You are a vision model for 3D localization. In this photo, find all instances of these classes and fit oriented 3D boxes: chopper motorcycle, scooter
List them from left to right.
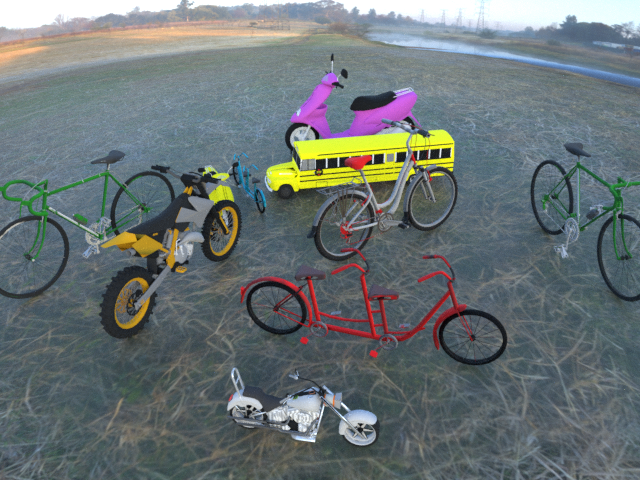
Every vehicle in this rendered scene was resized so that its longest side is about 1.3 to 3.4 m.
[{"bbox_3d":[-1.653,-0.848,11.327,0.662,0.919,1.399,-11,31,-19],"label":"scooter"},{"bbox_3d":[-0.174,1.678,7.016,1.563,0.761,0.466,5,30,9],"label":"chopper motorcycle"},{"bbox_3d":[0.658,-2.570,13.490,2.721,1.786,1.288,-5,30,-9],"label":"scooter"}]

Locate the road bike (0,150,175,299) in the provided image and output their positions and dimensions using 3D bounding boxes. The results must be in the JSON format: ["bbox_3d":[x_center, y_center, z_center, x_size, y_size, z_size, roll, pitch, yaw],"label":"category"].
[{"bbox_3d":[-3.213,-0.332,9.664,0.696,1.656,3.004,23,37,34],"label":"road bike"}]

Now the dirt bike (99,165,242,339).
[{"bbox_3d":[-1.872,-0.016,9.094,1.024,1.666,2.903,14,32,23],"label":"dirt bike"}]

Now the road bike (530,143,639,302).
[{"bbox_3d":[3.765,-0.424,9.826,0.696,1.656,3.004,-7,30,-12],"label":"road bike"}]

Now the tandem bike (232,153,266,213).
[{"bbox_3d":[-1.222,-1.015,11.862,0.283,0.682,1.642,-13,32,-21],"label":"tandem bike"}]

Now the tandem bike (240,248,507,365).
[{"bbox_3d":[0.570,0.730,8.120,3.192,1.326,0.550,7,30,13],"label":"tandem bike"}]

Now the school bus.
[{"bbox_3d":[0.686,-1.361,12.309,3.322,0.844,0.709,-6,30,-11],"label":"school bus"}]

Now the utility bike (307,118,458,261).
[{"bbox_3d":[0.936,-0.783,10.277,2.791,1.839,1.039,-18,34,-28],"label":"utility bike"}]
